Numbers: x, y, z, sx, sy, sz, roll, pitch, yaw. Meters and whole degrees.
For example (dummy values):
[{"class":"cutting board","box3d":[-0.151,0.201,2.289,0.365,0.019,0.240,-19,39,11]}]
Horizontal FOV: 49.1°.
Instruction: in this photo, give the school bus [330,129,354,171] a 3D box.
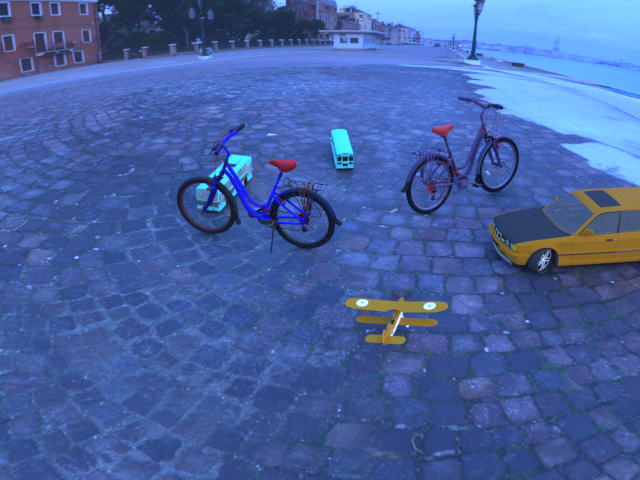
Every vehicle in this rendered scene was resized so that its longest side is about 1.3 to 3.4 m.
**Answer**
[{"class":"school bus","box3d":[0.438,-1.893,14.450,0.365,0.434,1.708,-2,28,-3]}]

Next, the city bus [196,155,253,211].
[{"class":"city bus","box3d":[-1.724,-1.043,12.841,0.476,0.460,1.674,8,29,14]}]

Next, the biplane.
[{"class":"biplane","box3d":[0.916,1.028,8.942,1.336,0.504,1.090,9,30,16]}]

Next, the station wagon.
[{"class":"station wagon","box3d":[4.216,-0.236,10.854,3.105,0.920,1.327,-4,28,-7]}]

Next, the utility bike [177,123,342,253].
[{"class":"utility bike","box3d":[-1.030,-0.723,10.790,2.791,1.839,1.039,8,29,15]}]

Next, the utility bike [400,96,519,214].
[{"class":"utility bike","box3d":[2.477,-1.540,12.309,2.791,1.839,1.039,-17,33,-29]}]
